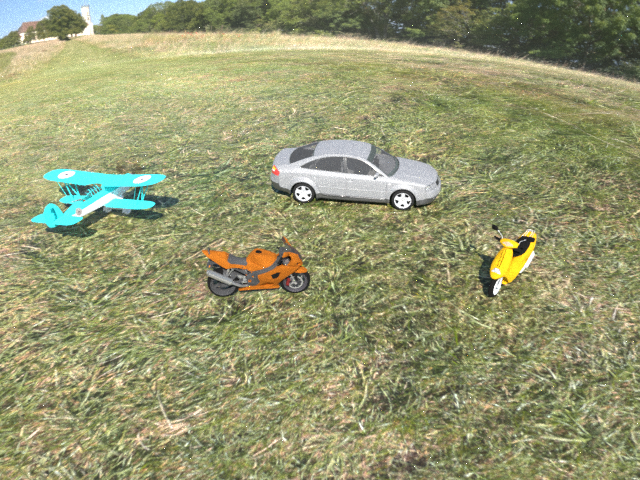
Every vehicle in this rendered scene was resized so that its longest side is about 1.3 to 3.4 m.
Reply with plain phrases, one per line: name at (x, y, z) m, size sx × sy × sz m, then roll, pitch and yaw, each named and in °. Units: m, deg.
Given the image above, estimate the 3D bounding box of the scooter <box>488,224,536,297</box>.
scooter at (2.855, 0.206, 10.317) m, size 0.662 × 0.919 × 1.399 m, roll 22°, pitch 36°, yaw 33°

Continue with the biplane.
biplane at (-3.851, -0.696, 11.820) m, size 2.598 × 0.981 × 2.120 m, roll 14°, pitch 33°, yaw 23°

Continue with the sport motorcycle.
sport motorcycle at (-0.898, 0.431, 10.026) m, size 1.520 × 0.821 × 0.506 m, roll -2°, pitch 30°, yaw -4°

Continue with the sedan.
sedan at (0.656, -1.281, 12.875) m, size 3.137 × 0.940 × 1.235 m, roll 5°, pitch 30°, yaw 8°
